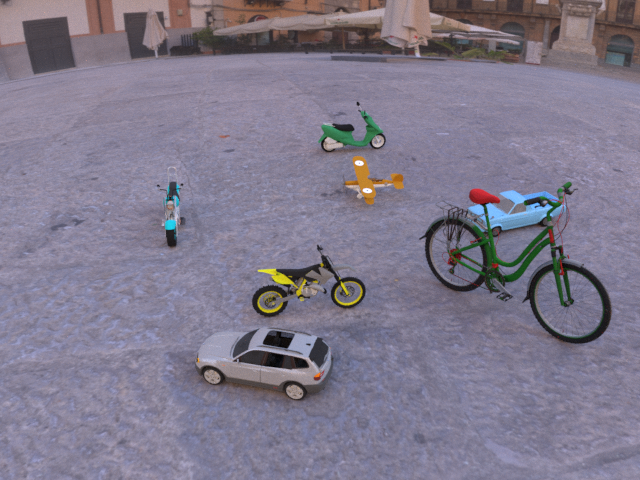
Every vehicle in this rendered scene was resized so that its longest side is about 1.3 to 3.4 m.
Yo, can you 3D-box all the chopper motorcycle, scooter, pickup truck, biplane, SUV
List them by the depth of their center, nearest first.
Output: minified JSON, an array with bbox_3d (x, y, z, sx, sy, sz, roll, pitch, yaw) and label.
[{"bbox_3d":[-0.634,1.310,7.907,1.572,0.580,0.656,7,30,13],"label":"SUV"},{"bbox_3d":[-2.351,-0.544,11.109,0.466,0.761,1.563,-4,29,-7],"label":"chopper motorcycle"},{"bbox_3d":[3.163,-0.499,11.288,1.603,0.511,0.640,-11,31,-19],"label":"pickup truck"},{"bbox_3d":[0.917,-0.984,12.181,1.090,0.504,1.336,-3,29,-5],"label":"biplane"},{"bbox_3d":[0.654,-2.227,14.021,1.399,0.919,0.662,-5,29,-9],"label":"scooter"}]

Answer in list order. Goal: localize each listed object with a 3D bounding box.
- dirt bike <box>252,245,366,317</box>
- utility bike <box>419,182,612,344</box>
[{"bbox_3d":[-0.136,0.564,8.983,1.493,0.857,0.527,-5,29,-9],"label":"dirt bike"},{"bbox_3d":[2.458,0.076,8.853,1.039,1.839,2.791,-25,37,-38],"label":"utility bike"}]
